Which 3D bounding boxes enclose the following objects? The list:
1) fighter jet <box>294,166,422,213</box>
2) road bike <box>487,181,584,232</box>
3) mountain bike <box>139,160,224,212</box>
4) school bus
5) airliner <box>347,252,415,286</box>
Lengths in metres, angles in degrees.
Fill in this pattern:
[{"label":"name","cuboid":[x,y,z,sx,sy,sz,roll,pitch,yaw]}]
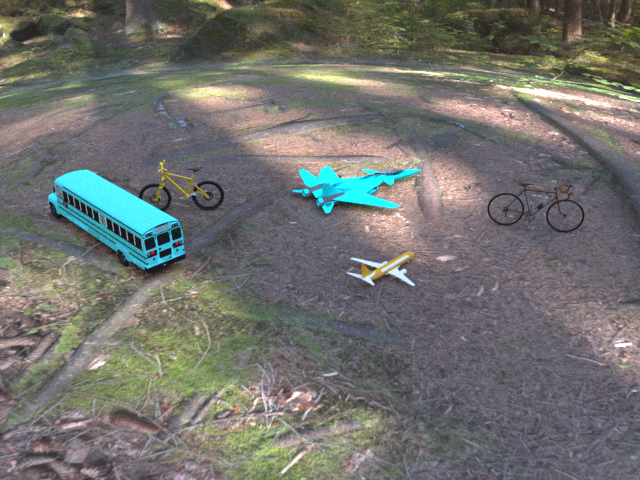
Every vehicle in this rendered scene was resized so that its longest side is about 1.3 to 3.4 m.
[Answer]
[{"label":"fighter jet","cuboid":[0.894,-1.181,13.028,2.640,0.557,2.229,-17,32,-29]},{"label":"road bike","cuboid":[3.566,-0.566,11.547,1.545,0.852,0.358,8,29,14]},{"label":"mountain bike","cuboid":[-2.411,-0.890,12.142,1.469,0.868,0.573,-4,28,-7]},{"label":"school bus","cuboid":[-3.398,-0.400,11.240,0.709,0.844,3.322,-24,36,-38]},{"label":"airliner","cuboid":[1.002,0.324,10.311,1.161,0.429,1.307,23,36,37]}]
